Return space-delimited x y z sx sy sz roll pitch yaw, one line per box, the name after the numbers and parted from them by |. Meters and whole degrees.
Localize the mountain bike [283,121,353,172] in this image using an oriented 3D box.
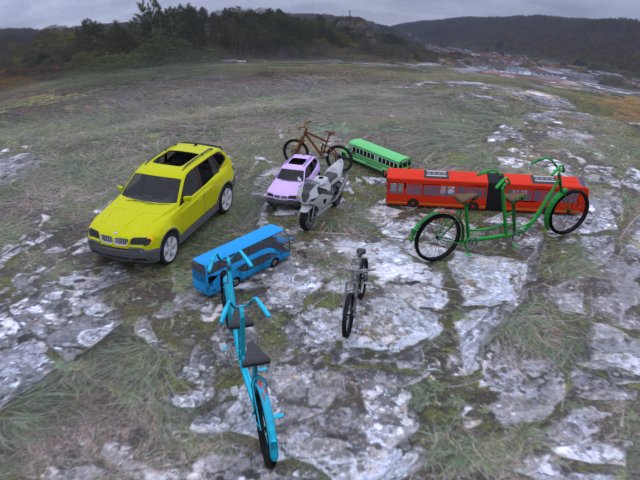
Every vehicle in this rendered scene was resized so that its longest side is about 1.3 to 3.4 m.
-0.049 -1.771 13.482 1.469 0.868 0.573 11 30 20 | mountain bike

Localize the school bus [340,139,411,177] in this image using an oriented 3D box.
1.051 -1.612 13.646 0.365 0.434 1.708 -21 34 -34 | school bus

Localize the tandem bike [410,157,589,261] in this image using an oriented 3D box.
2.784 -0.472 10.504 3.192 1.326 0.550 -10 29 -19 | tandem bike

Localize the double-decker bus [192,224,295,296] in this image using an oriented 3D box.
-1.074 0.250 9.970 0.389 0.541 1.672 23 35 37 | double-decker bus

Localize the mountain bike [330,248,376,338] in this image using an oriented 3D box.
0.460 0.587 8.973 0.573 0.868 1.469 7 28 12 | mountain bike

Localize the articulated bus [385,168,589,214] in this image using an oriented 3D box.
2.801 -0.846 12.045 3.401 0.561 0.605 4 28 7 | articulated bus

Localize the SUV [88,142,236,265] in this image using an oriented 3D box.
-2.425 -0.678 11.111 1.276 1.128 3.058 9 29 17 | SUV

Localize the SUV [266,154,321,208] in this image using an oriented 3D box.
-0.452 -1.080 12.470 0.656 0.580 1.572 8 29 15 | SUV

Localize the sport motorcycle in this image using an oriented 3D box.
0.035 -0.764 11.607 0.506 0.821 1.520 13 30 23 | sport motorcycle

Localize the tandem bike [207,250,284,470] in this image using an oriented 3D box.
-0.835 1.058 7.577 0.550 1.326 3.192 -7 28 -14 | tandem bike
